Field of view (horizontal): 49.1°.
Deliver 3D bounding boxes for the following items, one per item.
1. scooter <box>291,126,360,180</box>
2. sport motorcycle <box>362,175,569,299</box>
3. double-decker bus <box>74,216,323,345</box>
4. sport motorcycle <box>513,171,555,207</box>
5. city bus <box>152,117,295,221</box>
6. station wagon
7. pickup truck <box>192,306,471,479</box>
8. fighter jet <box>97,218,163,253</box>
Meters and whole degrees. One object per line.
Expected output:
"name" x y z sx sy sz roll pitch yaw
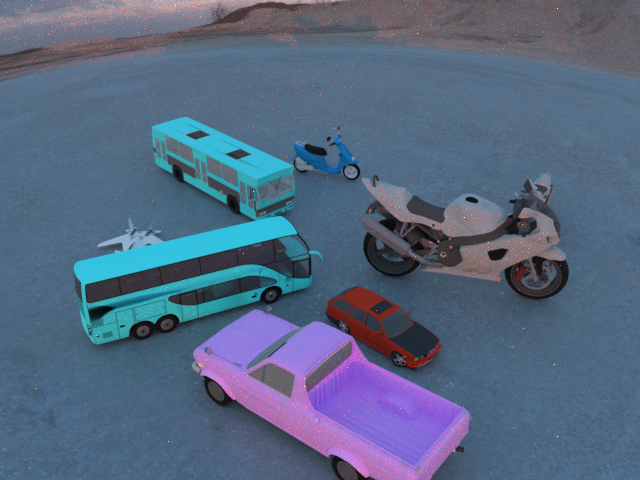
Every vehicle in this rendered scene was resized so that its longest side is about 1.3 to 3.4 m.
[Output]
"scooter" 0.098 -1.632 13.187 1.399 0.919 0.662 10 32 17
"sport motorcycle" 1.993 -0.041 9.781 2.955 1.596 0.983 9 31 15
"double-decker bus" -1.574 0.481 9.425 3.251 1.052 0.756 -14 33 -23
"sport motorcycle" 3.450 -0.518 11.371 0.506 0.821 1.520 16 34 25
"city bus" -1.813 -1.310 12.659 0.926 0.894 3.255 -25 39 -36
"station wagon" 0.807 1.067 8.993 0.682 0.473 1.597 -26 39 -37
"pickup truck" 0.028 1.578 7.598 3.117 0.993 1.244 22 37 32
"fighter jet" -2.927 0.096 10.848 1.147 0.286 1.358 2 30 3
